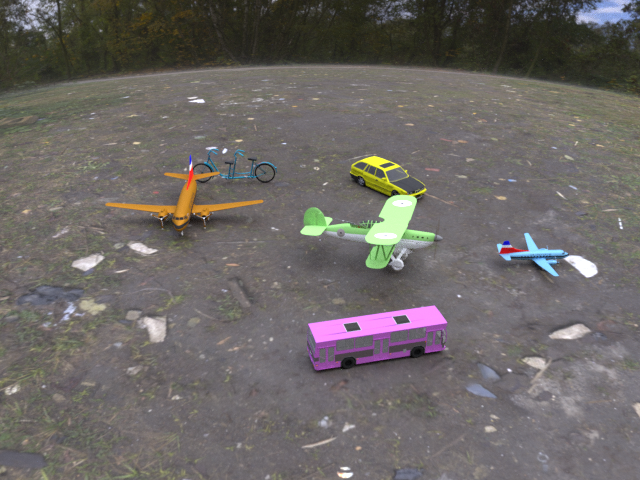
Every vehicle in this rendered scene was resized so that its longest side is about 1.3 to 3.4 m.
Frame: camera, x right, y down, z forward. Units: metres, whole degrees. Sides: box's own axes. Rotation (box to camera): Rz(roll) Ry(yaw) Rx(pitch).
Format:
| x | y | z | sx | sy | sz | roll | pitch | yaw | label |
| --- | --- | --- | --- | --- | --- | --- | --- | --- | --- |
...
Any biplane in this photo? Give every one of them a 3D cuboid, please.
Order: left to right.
| x | y | z | sx | sy | sz | roll | pitch | yaw | label |
| --- | --- | --- | --- | --- | --- | --- | --- | --- | --- |
| 0.786 | -0.120 | 10.578 | 2.120 | 0.981 | 2.598 | 7 | 28 | 12 | biplane |

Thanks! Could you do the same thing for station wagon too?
| x | y | z | sx | sy | sz | roll | pitch | yaw | label |
| --- | --- | --- | --- | --- | --- | --- | --- | --- | --- |
| 1.279 | -1.182 | 13.183 | 0.682 | 0.473 | 1.597 | -21 | 34 | -34 | station wagon |

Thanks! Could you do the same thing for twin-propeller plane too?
| x | y | z | sx | sy | sz | roll | pitch | yaw | label |
| --- | --- | --- | --- | --- | --- | --- | --- | --- | --- |
| -2.306 | -0.772 | 12.044 | 2.663 | 0.792 | 2.129 | -1 | 27 | -2 | twin-propeller plane |
| 3.258 | 0.180 | 10.622 | 1.095 | 0.407 | 1.370 | -2 | 27 | -3 | twin-propeller plane |

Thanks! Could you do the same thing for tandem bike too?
| x | y | z | sx | sy | sz | roll | pitch | yaw | label |
| --- | --- | --- | --- | --- | --- | --- | --- | --- | --- |
| -1.645 | -1.412 | 13.400 | 1.642 | 0.682 | 0.283 | 0 | 27 | 0 | tandem bike |

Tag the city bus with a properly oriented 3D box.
| x | y | z | sx | sy | sz | roll | pitch | yaw | label |
| --- | --- | --- | --- | --- | --- | --- | --- | --- | --- |
| 0.698 | 1.210 | 8.575 | 1.674 | 0.460 | 0.476 | -7 | 28 | -13 | city bus |
